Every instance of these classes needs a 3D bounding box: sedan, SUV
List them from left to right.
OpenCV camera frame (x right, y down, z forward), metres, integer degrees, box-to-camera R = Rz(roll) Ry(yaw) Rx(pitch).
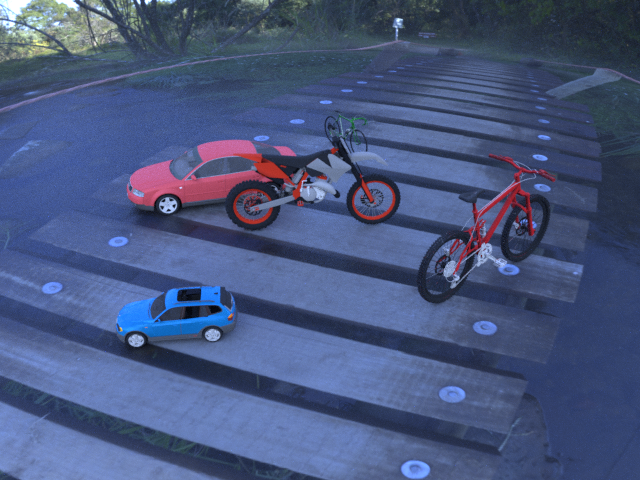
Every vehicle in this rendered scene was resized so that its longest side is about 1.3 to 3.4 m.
[{"bbox_3d":[-1.870,0.957,9.149,1.572,0.580,0.656,-3,30,-6],"label":"SUV"},{"bbox_3d":[-1.890,-1.225,12.598,3.137,0.940,1.235,-8,31,-14],"label":"sedan"}]

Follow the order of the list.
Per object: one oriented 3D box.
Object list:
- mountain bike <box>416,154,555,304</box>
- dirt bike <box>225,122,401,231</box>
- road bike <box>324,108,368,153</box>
[{"bbox_3d":[2.440,-0.161,9.987,2.857,1.688,1.114,-22,36,-33],"label":"mountain bike"},{"bbox_3d":[-0.104,-0.949,11.385,2.903,1.666,1.024,-3,30,-4],"label":"dirt bike"},{"bbox_3d":[0.525,-2.258,14.491,0.358,0.852,1.545,-18,34,-28],"label":"road bike"}]
